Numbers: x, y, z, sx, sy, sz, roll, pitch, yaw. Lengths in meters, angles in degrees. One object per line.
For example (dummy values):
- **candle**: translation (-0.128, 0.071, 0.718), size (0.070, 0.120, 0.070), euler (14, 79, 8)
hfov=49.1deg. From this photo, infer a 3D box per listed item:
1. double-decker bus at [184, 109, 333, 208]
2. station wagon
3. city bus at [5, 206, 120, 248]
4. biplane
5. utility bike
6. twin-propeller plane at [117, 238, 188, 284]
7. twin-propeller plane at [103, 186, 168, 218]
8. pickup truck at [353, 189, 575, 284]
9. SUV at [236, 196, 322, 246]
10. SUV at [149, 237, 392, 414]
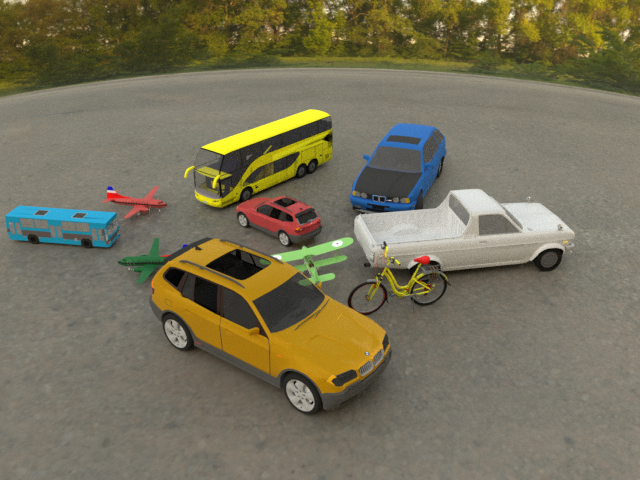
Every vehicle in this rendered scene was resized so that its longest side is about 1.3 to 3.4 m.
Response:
- **double-decker bus**: translation (-0.994, -1.521, 12.848), size (0.756, 1.052, 3.251), euler (21, 33, 35)
- **station wagon**: translation (1.478, -1.371, 12.697), size (1.327, 0.920, 3.105), euler (9, 28, 18)
- **city bus**: translation (-3.994, -0.194, 10.896), size (1.674, 0.460, 0.476), euler (4, 27, 8)
- **biplane**: translation (-0.151, 0.352, 9.775), size (1.336, 0.504, 1.090), euler (-5, 27, -10)
- **utility bike**: translation (1.056, 0.529, 8.941), size (1.435, 0.946, 0.535), euler (-8, 28, -14)
- **twin-propeller plane**: translation (-2.374, 0.251, 10.079), size (1.095, 0.407, 1.370), euler (-1, 27, -2)
- **twin-propeller plane**: translation (-3.127, -0.694, 11.934), size (1.095, 0.407, 1.370), euler (5, 27, 9)
- **pickup truck**: translation (2.087, -0.143, 10.209), size (3.117, 0.993, 1.244), euler (-5, 27, -10)
- **SUV**: translation (-0.673, -0.404, 11.175), size (1.572, 0.580, 0.656), euler (23, 35, 38)
- **SUV**: translation (-0.644, 0.851, 8.109), size (3.058, 1.128, 1.276), euler (19, 32, 32)
